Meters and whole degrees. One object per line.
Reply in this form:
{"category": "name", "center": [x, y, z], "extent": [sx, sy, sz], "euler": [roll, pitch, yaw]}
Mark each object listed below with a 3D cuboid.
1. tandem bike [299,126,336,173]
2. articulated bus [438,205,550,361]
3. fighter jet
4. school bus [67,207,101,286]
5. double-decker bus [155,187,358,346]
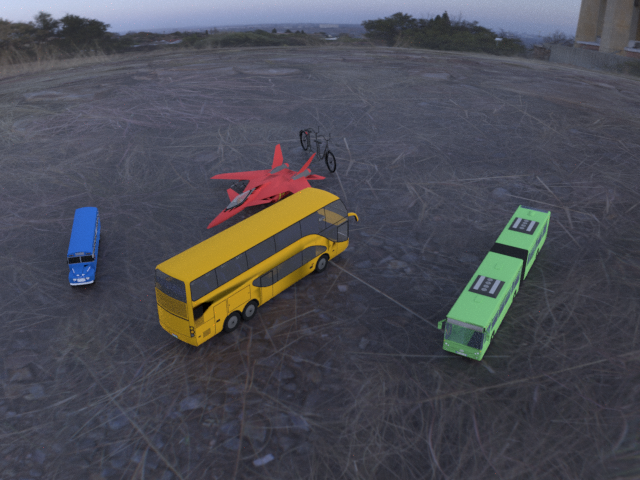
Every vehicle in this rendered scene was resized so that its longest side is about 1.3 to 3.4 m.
{"category": "tandem bike", "center": [-0.057, -1.835, 13.365], "extent": [0.283, 0.682, 1.642], "euler": [-13, 32, -22]}
{"category": "articulated bus", "center": [2.461, 0.448, 9.458], "extent": [0.605, 0.561, 3.401], "euler": [15, 33, 25]}
{"category": "fighter jet", "center": [-1.069, -0.881, 11.807], "extent": [2.229, 0.557, 2.640], "euler": [17, 34, 27]}
{"category": "school bus", "center": [-3.443, 0.079, 10.237], "extent": [0.365, 0.434, 1.708], "euler": [-6, 30, -11]}
{"category": "double-decker bus", "center": [-0.745, 0.226, 9.353], "extent": [0.756, 1.052, 3.251], "euler": [22, 36, 33]}
